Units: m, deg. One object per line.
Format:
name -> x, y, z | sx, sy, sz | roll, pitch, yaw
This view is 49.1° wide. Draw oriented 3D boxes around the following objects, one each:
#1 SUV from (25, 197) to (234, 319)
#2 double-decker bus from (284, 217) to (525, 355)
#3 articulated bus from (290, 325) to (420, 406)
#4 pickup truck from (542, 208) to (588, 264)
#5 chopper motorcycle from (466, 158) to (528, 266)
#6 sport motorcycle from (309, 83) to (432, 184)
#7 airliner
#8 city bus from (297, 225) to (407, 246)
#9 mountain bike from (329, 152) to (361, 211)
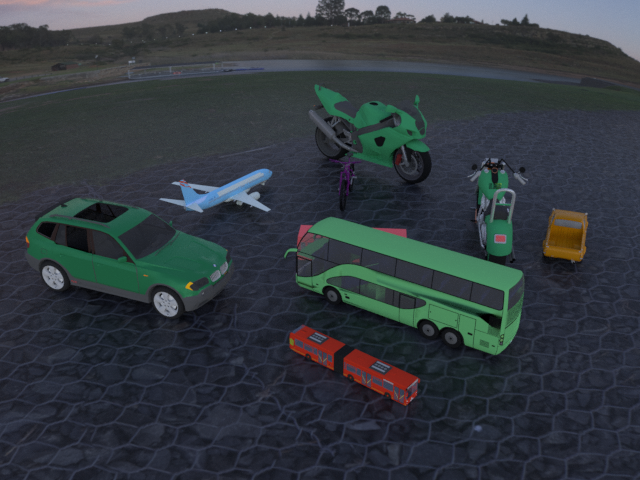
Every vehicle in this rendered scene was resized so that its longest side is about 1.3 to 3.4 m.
SUV -> -2.740, 0.149, 9.979 | 3.058, 1.128, 1.276 | 10, 29, 20
double-decker bus -> 1.045, 0.526, 9.323 | 3.251, 1.052, 0.756 | 17, 32, 30
articulated bus -> 0.372, 1.464, 8.322 | 1.749, 0.289, 0.311 | 20, 33, 34
pickup truck -> 3.944, -0.126, 11.198 | 0.640, 0.511, 1.603 | 10, 29, 19
chopper motorcycle -> 2.763, -0.661, 11.183 | 0.906, 1.480, 3.040 | 4, 27, 7
sport motorcycle -> 1.002, -2.159, 13.995 | 2.955, 1.596, 0.983 | 22, 34, 37
airliner -> -1.650, -1.062, 12.680 | 2.257, 0.835, 2.541 | 17, 31, 30
city bus -> 0.497, 0.090, 10.831 | 1.674, 0.460, 0.476 | 2, 27, 5
mountain bike -> 0.497, -1.137, 12.792 | 0.573, 0.868, 1.469 | 5, 27, 9
